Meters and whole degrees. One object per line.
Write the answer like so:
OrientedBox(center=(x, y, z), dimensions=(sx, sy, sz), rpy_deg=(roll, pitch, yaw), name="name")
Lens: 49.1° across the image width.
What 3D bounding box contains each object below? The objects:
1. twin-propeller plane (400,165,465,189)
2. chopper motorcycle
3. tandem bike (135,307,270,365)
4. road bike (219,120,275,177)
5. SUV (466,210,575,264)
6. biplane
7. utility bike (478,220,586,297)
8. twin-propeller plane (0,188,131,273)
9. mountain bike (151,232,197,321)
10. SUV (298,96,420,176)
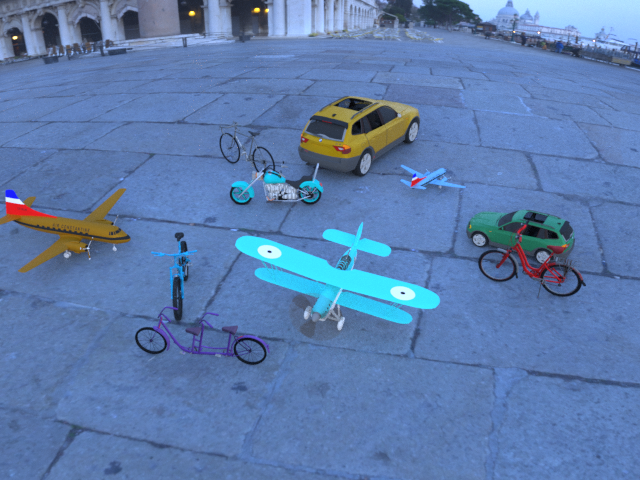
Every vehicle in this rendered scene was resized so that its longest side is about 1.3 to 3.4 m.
OrientedBox(center=(1.918, -1.121, 12.297), dimensions=(1.370, 0.407, 1.095), rpy_deg=(25, 38, 36), name="twin-propeller plane")
OrientedBox(center=(-0.727, -0.934, 11.626), dimensions=(1.563, 0.761, 0.466), rpy_deg=(1, 30, 2), name="chopper motorcycle")
OrientedBox(center=(-1.393, 1.128, 8.164), dimensions=(1.642, 0.682, 0.283), rpy_deg=(5, 31, 8), name="tandem bike")
OrientedBox(center=(-1.353, -1.665, 12.789), dimensions=(1.545, 0.852, 0.358), rpy_deg=(26, 39, 37), name="road bike")
OrientedBox(center=(2.989, -0.142, 10.445), dimensions=(1.572, 0.580, 0.656), rpy_deg=(17, 34, 26), name="SUV")
OrientedBox(center=(0.288, 0.468, 9.000), dimensions=(2.598, 0.981, 2.120), rpy_deg=(9, 31, 15), name="biplane")
OrientedBox(center=(2.828, 0.299, 9.326), dimensions=(1.435, 0.946, 0.535), rpy_deg=(13, 33, 21), name="utility bike")
OrientedBox(center=(-3.804, -0.286, 10.483), dimensions=(2.129, 0.792, 2.663), rpy_deg=(9, 31, 14), name="twin-propeller plane")
OrientedBox(center=(-1.856, 0.387, 9.252), dimensions=(0.573, 0.868, 1.469), rpy_deg=(-2, 30, -4), name="mountain bike")
OrientedBox(center=(0.823, -2.194, 13.423), dimensions=(1.276, 1.128, 3.058), rpy_deg=(19, 35, 29), name="SUV")
